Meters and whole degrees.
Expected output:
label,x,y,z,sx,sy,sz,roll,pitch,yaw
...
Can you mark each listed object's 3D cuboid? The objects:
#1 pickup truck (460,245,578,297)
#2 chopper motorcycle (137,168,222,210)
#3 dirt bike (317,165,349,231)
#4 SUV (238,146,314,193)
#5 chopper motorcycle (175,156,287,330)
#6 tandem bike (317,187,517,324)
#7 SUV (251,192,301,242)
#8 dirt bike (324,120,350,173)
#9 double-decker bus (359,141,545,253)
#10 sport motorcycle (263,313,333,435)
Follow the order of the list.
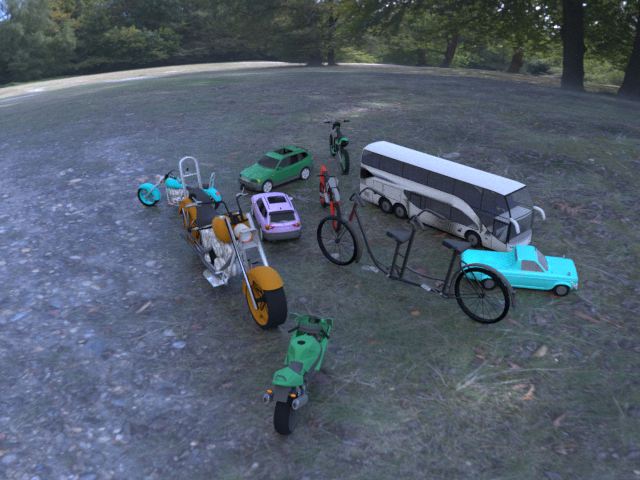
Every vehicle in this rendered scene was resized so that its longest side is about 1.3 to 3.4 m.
label,x,y,z,sx,sy,sz,roll,pitch,yaw
pickup truck,2.760,0.370,9.757,1.603,0.511,0.640,5,27,9
chopper motorcycle,-2.432,-0.873,11.997,1.563,0.761,0.466,8,27,16
dirt bike,0.175,-0.763,11.665,0.527,0.857,1.493,-5,27,-10
SUV,-0.816,-1.365,13.201,0.656,0.580,1.572,23,35,39
chopper motorcycle,-1.262,-0.036,9.485,0.906,1.480,3.040,-14,30,-27
tandem bike,1.164,0.125,9.332,3.192,1.326,0.550,21,33,36
SUV,-0.730,-0.476,11.395,0.656,0.580,1.572,-6,27,-12
dirt bike,0.374,-1.934,14.043,0.527,0.857,1.493,-5,27,-11
double-decker bus,2.004,-0.721,11.360,0.756,1.052,3.251,-23,34,-38
sport motorcycle,-0.202,1.355,7.405,0.506,0.821,1.520,7,27,14
